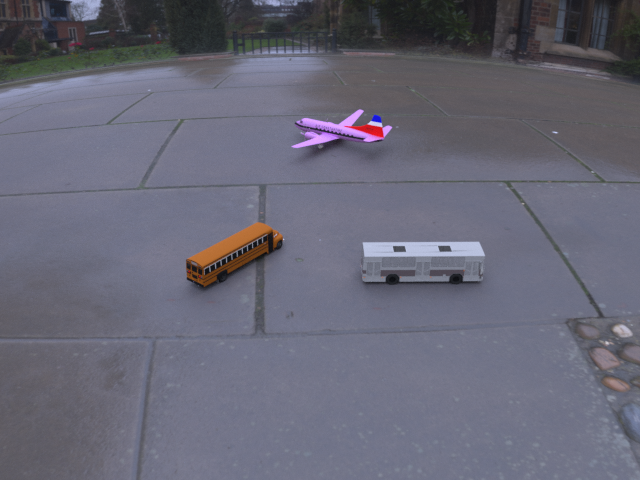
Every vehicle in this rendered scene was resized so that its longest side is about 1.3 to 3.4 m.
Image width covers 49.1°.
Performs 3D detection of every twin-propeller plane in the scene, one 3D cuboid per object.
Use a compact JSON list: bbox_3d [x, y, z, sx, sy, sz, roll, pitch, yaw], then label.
[{"bbox_3d":[0.361,-2.312,14.251,2.129,0.792,2.663,17,33,28],"label":"twin-propeller plane"}]

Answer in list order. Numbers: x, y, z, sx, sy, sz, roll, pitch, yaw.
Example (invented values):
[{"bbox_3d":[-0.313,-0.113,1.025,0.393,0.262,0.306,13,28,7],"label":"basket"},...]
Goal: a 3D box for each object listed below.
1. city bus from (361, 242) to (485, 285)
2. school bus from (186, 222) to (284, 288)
[{"bbox_3d":[1.419,0.324,9.780,1.674,0.460,0.476,0,29,-1],"label":"city bus"},{"bbox_3d":[-1.179,0.162,10.101,0.365,0.434,1.708,21,35,33],"label":"school bus"}]
